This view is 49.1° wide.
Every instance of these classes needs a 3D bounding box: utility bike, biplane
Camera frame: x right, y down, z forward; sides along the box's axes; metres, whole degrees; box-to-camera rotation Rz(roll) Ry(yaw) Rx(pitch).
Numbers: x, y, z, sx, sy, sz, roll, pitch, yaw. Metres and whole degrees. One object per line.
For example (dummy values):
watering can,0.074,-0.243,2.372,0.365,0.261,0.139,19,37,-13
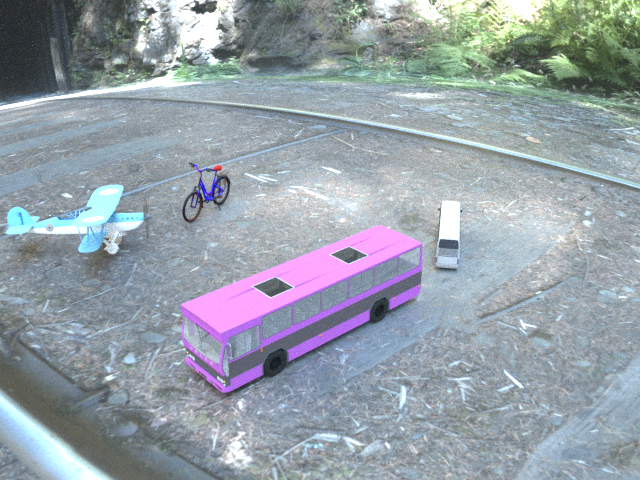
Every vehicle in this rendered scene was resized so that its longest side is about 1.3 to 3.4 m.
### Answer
utility bike,-1.899,-0.903,12.083,0.535,0.946,1.435,13,29,24
biplane,-3.656,-0.277,10.747,2.120,0.981,2.598,-4,26,-8

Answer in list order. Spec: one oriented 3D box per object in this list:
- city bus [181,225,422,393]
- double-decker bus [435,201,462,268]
city bus,-0.101,0.773,8.673,3.255,0.894,0.926,-21,33,-37
double-decker bus,2.015,-0.124,10.935,0.389,0.541,1.672,5,26,10
